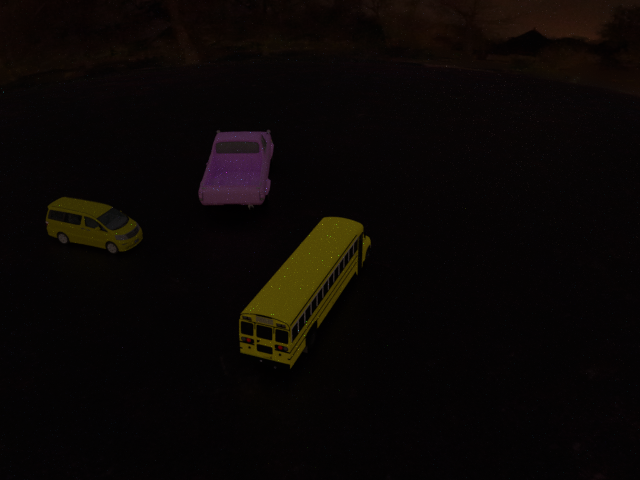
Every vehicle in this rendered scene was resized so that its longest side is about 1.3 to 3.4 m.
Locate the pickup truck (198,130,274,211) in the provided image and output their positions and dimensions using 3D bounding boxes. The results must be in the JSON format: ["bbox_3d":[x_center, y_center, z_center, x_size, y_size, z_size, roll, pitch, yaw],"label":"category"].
[{"bbox_3d":[-1.526,-1.460,13.173,1.244,0.993,3.117,0,28,-1],"label":"pickup truck"}]

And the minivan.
[{"bbox_3d":[-3.641,-0.254,11.301,1.548,0.616,0.681,10,29,18],"label":"minivan"}]

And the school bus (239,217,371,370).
[{"bbox_3d":[-0.064,0.530,9.578,0.709,0.844,3.322,10,30,18],"label":"school bus"}]
